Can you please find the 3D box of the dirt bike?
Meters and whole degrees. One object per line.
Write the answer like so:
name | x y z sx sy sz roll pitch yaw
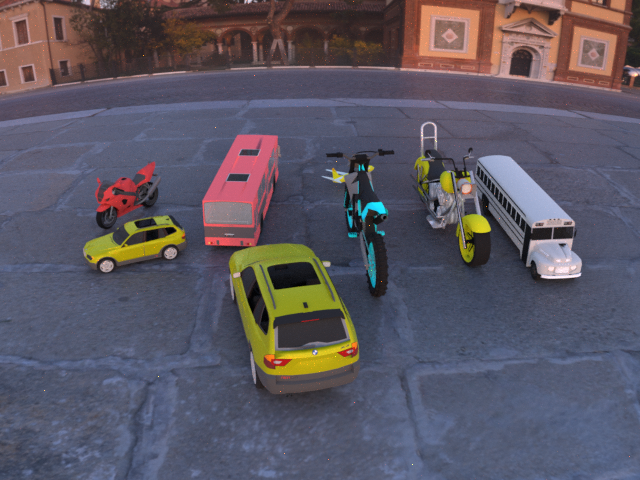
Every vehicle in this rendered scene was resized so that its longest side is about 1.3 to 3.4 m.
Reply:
dirt bike | 0.644 -0.438 10.501 1.024 1.666 2.903 -3 27 -7

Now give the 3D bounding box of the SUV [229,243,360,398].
SUV | -0.400 0.729 8.784 1.276 1.128 3.058 -6 27 -12

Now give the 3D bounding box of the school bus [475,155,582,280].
school bus | 3.323 -0.430 11.398 0.709 0.844 3.322 -3 27 -5

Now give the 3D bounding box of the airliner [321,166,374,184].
airliner | 0.651 -1.363 13.710 1.161 0.429 1.307 23 35 37

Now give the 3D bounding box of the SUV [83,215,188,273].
SUV | -2.847 0.022 10.795 1.572 0.580 0.656 -12 29 -23

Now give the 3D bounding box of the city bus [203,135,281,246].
city bus | -1.308 -0.912 12.300 0.926 0.894 3.255 2 27 3

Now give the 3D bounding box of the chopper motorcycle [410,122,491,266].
chopper motorcycle | 2.138 -0.819 11.464 0.906 1.480 3.040 -4 27 -9

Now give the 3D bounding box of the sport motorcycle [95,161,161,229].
sport motorcycle | -3.336 -0.785 12.129 0.506 0.821 1.520 14 30 25
